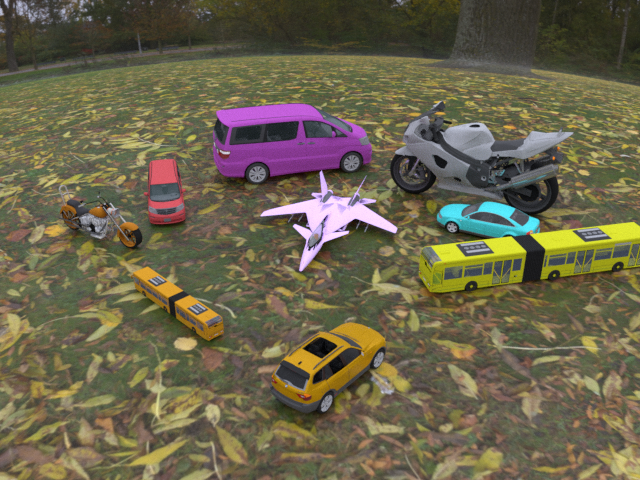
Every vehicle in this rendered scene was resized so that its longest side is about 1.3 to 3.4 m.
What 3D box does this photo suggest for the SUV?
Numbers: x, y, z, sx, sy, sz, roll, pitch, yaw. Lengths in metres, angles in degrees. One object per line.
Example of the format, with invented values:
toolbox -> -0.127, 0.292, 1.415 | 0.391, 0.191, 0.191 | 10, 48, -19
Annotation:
SUV -> 0.124, 1.345, 7.907 | 0.656, 0.580, 1.572 | 21, 35, 34

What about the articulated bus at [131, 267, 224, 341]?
articulated bus -> -1.892, 0.810, 9.197 | 0.311, 0.289, 1.749 | -25, 37, -38

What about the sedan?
sedan -> 2.653, -0.330, 11.088 | 1.613, 0.483, 0.635 | 15, 32, 25

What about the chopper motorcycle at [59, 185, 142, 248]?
chopper motorcycle -> -3.430, -0.364, 10.860 | 1.563, 0.761, 0.466 | 14, 32, 24

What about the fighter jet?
fighter jet -> 0.071, -0.315, 10.984 | 2.229, 0.557, 2.640 | 7, 29, 13

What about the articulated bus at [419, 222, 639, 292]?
articulated bus -> 3.100, 0.238, 9.961 | 3.401, 0.561, 0.605 | -6, 29, -12

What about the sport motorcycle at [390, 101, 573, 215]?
sport motorcycle -> 2.608, -1.347, 11.793 | 2.955, 1.596, 0.983 | 12, 31, 21

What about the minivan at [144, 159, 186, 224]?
minivan -> -2.622, -0.824, 11.858 | 0.681, 0.616, 1.548 | -6, 29, -11

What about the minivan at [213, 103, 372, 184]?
minivan -> -0.498, -1.912, 13.251 | 3.011, 1.197, 1.324 | -8, 30, -15
